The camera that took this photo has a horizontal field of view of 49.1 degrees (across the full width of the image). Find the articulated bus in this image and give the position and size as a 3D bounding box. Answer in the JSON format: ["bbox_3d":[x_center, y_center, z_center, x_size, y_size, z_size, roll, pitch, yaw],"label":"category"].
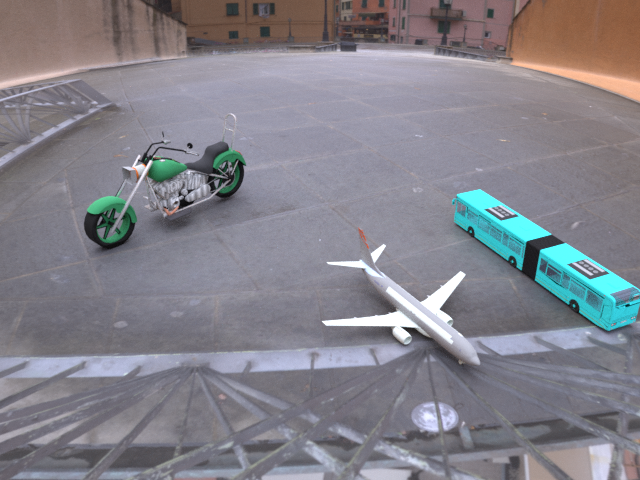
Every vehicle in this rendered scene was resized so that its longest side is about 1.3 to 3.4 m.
[{"bbox_3d":[3.093,0.165,10.081,0.605,0.561,3.401,-13,32,-22],"label":"articulated bus"}]

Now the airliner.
[{"bbox_3d":[1.162,0.699,8.836,2.257,0.835,2.541,-17,33,-27],"label":"airliner"}]

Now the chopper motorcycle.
[{"bbox_3d":[-2.414,-0.988,11.212,0.906,1.480,3.040,24,37,37],"label":"chopper motorcycle"}]
